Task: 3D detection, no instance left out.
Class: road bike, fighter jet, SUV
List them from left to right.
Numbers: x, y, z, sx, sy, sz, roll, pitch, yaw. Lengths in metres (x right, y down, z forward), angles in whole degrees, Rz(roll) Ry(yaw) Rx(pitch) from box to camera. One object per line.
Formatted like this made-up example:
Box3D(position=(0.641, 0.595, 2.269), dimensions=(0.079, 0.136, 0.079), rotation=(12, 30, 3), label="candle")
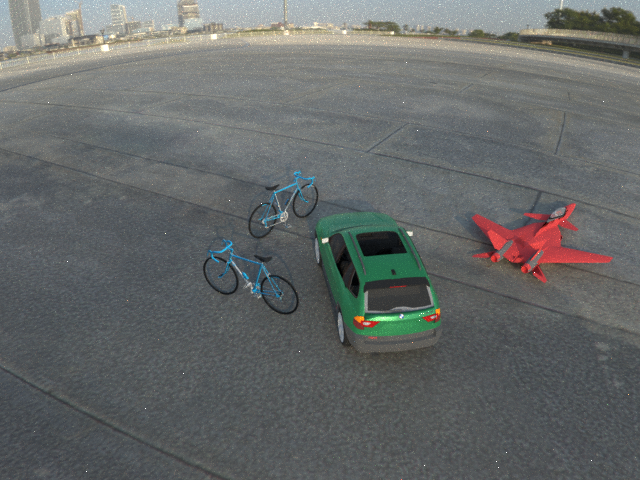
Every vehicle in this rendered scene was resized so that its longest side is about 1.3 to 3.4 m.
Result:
Box3D(position=(-0.948, 0.497, 9.344), dimensions=(1.545, 0.852, 0.358), rotation=(16, 33, 25), label="road bike")
Box3D(position=(-0.566, -0.584, 11.218), dimensions=(0.358, 0.852, 1.545), rotation=(26, 39, 37), label="road bike")
Box3D(position=(0.707, 0.323, 9.369), dimensions=(1.276, 1.128, 3.058), rotation=(-5, 30, -8), label="SUV")
Box3D(position=(3.523, -0.249, 10.932), dimensions=(2.229, 0.557, 2.640), rotation=(22, 36, 32), label="fighter jet")
